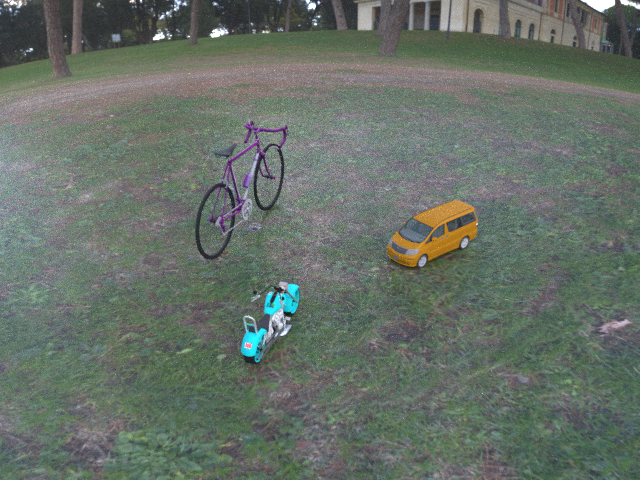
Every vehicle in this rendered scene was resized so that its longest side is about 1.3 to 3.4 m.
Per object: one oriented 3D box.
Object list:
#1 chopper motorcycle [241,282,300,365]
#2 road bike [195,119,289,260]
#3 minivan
[{"bbox_3d":[-0.579,0.890,8.666,0.466,0.761,1.563,9,29,17],"label":"chopper motorcycle"},{"bbox_3d":[-1.207,-0.895,11.102,0.696,1.656,3.004,11,29,19],"label":"road bike"},{"bbox_3d":[1.727,-0.108,10.723,1.548,0.616,0.681,-20,34,-34],"label":"minivan"}]
